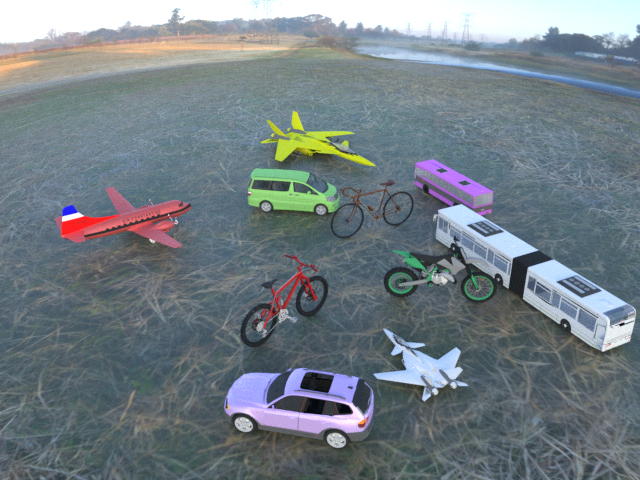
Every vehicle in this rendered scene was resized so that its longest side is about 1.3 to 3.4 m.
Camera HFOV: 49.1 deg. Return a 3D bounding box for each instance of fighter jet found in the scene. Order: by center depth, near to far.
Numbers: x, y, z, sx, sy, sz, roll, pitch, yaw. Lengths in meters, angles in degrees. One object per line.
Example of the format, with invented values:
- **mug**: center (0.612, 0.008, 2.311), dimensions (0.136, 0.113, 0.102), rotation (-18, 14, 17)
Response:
- **fighter jet**: center (1.092, 1.315, 8.172), dimensions (1.147, 0.286, 1.358), rotation (-13, 30, -23)
- **fighter jet**: center (0.091, -1.986, 14.140), dimensions (2.640, 0.557, 2.229), rotation (23, 36, 37)

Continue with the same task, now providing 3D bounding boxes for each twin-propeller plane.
- **twin-propeller plane**: center (-2.962, -0.394, 10.872), dimensions (2.129, 0.792, 2.663), rotation (-19, 33, -32)

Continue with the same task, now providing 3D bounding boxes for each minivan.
- **minivan**: center (-0.439, -0.839, 11.902), dimensions (1.548, 0.616, 0.681), rotation (4, 28, 7)

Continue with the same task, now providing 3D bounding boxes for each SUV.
- **SUV**: center (-0.210, 1.652, 7.219), dimensions (1.572, 0.580, 0.656), rotation (6, 28, 12)

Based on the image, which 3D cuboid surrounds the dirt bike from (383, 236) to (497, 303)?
- **dirt bike**: center (1.596, 0.424, 9.251), dimensions (1.493, 0.857, 0.527), rotation (4, 28, 7)

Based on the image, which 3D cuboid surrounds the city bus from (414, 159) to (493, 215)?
- **city bus**: center (2.286, -0.891, 12.168), dimensions (0.476, 0.460, 1.674), rotation (-14, 31, -25)

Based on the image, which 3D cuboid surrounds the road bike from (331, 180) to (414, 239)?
- **road bike**: center (0.845, -0.513, 11.033), dimensions (1.545, 0.852, 0.358), rotation (-14, 31, -25)

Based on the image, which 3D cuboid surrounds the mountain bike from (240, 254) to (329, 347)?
- **mountain bike**: center (-0.414, 0.739, 8.641), dimensions (0.573, 0.868, 1.469), rotation (24, 36, 38)

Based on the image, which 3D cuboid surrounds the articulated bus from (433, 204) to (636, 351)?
- **articulated bus**: center (2.772, 0.392, 9.628), dimensions (0.605, 0.561, 3.401), rotation (-14, 31, -24)
